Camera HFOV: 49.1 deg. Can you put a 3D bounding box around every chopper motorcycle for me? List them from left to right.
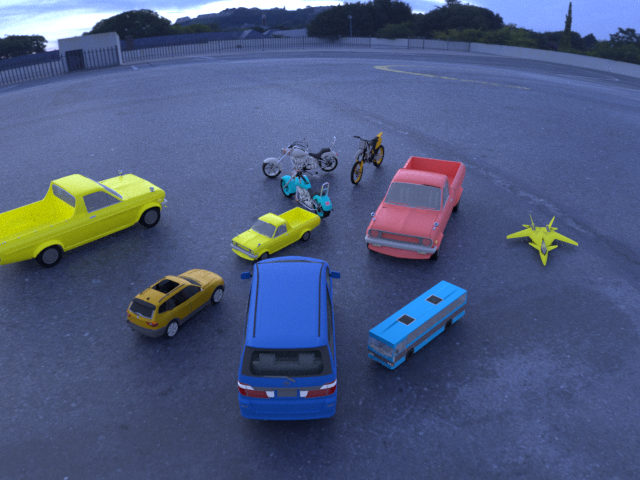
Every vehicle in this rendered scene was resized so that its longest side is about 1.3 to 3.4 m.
[{"bbox_3d":[-0.389,-1.667,14.068,1.563,0.761,0.466,-5,30,-10],"label":"chopper motorcycle"},{"bbox_3d":[-0.276,-0.937,12.758,0.466,0.761,1.563,-18,34,-29],"label":"chopper motorcycle"}]

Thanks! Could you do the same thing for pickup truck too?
[{"bbox_3d":[-4.120,-0.463,11.669,1.244,0.993,3.117,25,38,38],"label":"pickup truck"},{"bbox_3d":[-0.717,-0.159,11.617,0.640,0.511,1.603,24,37,36],"label":"pickup truck"},{"bbox_3d":[1.732,-0.720,12.130,1.244,0.993,3.117,10,31,17],"label":"pickup truck"}]

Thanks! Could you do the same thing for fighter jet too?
[{"bbox_3d":[3.684,0.001,11.560,1.147,0.286,1.358,6,30,11],"label":"fighter jet"}]

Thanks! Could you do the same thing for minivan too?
[{"bbox_3d":[-0.381,0.955,8.910,1.324,1.197,3.011,0,29,-1],"label":"minivan"}]

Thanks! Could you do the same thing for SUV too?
[{"bbox_3d":[-2.006,0.794,9.834,0.656,0.580,1.572,17,33,27],"label":"SUV"}]

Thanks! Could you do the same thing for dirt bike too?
[{"bbox_3d":[0.975,-1.697,14.024,0.527,0.857,1.493,15,32,25],"label":"dirt bike"}]

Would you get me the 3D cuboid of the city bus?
[{"bbox_3d":[1.324,1.123,9.366,0.476,0.460,1.674,24,37,37],"label":"city bus"}]
